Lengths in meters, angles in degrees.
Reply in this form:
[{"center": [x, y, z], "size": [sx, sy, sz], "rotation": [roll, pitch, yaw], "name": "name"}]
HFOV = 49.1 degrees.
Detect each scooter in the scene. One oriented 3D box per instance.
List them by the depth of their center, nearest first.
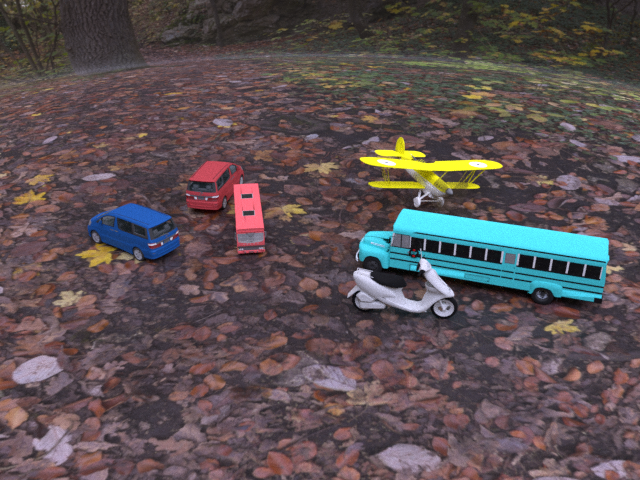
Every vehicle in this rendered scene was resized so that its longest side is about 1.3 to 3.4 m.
[{"center": [1.048, 0.550, 8.798], "size": [1.399, 0.919, 0.662], "rotation": [4, 28, 8], "name": "scooter"}]

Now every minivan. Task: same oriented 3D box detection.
[{"center": [-2.838, -0.191, 10.517], "size": [1.548, 0.616, 0.681], "rotation": [18, 33, 31], "name": "minivan"}, {"center": [-1.791, -1.028, 12.095], "size": [0.681, 0.616, 1.548], "rotation": [6, 28, 10], "name": "minivan"}]

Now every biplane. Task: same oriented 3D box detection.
[{"center": [1.770, -1.173, 11.977], "size": [2.598, 0.981, 2.120], "rotation": [-9, 29, -17], "name": "biplane"}]

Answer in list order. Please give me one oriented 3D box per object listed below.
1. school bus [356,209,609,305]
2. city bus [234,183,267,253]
[{"center": [2.136, 0.187, 9.561], "size": [3.322, 0.844, 0.709], "rotation": [9, 29, 17], "name": "school bus"}, {"center": [-1.121, -0.347, 10.977], "size": [0.476, 0.460, 1.674], "rotation": [-4, 28, -7], "name": "city bus"}]
